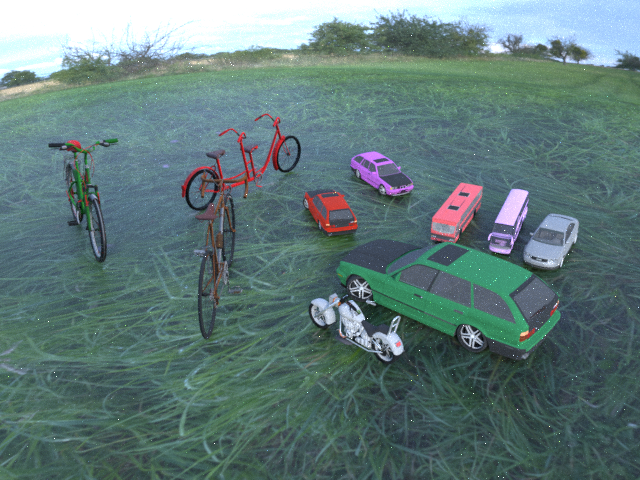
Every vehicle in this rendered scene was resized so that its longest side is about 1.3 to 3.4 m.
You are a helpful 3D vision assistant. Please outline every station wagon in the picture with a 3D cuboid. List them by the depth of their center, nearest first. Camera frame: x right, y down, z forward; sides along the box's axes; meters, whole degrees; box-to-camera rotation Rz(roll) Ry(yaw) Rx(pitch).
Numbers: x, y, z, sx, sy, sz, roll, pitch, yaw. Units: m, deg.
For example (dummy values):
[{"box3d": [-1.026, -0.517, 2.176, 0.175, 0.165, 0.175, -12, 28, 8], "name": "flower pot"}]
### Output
[{"box3d": [1.672, 0.571, 9.650, 3.105, 0.920, 1.327, 21, 34, 35], "name": "station wagon"}, {"box3d": [0.166, -0.593, 12.378, 0.682, 0.473, 1.597, -7, 28, -14], "name": "station wagon"}, {"box3d": [1.216, -1.343, 13.824, 0.682, 0.473, 1.597, -13, 30, -24], "name": "station wagon"}]

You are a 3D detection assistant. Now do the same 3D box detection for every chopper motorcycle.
[{"box3d": [0.433, 1.021, 8.956, 0.466, 0.761, 1.563, -24, 36, -38], "name": "chopper motorcycle"}]

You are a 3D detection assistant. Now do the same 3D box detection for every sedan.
[{"box3d": [3.743, -0.033, 11.288, 0.635, 0.483, 1.613, 15, 31, 27], "name": "sedan"}]

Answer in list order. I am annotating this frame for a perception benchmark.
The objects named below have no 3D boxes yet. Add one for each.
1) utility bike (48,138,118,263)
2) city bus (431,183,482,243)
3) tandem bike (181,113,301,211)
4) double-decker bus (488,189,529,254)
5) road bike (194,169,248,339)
[{"box3d": [-3.809, -0.887, 11.462, 1.039, 1.839, 2.791, -14, 31, -25], "name": "utility bike"}, {"box3d": [2.386, -0.465, 12.147, 0.476, 0.460, 1.674, 13, 30, 23], "name": "city bus"}, {"box3d": [-1.417, -1.554, 13.304, 0.550, 1.326, 3.192, 21, 34, 34], "name": "tandem bike"}, {"box3d": [3.191, -0.312, 11.764, 0.389, 0.541, 1.672, 12, 30, 21], "name": "double-decker bus"}, {"box3d": [-1.433, 0.065, 9.827, 0.696, 1.656, 3.004, 1, 27, 1], "name": "road bike"}]
